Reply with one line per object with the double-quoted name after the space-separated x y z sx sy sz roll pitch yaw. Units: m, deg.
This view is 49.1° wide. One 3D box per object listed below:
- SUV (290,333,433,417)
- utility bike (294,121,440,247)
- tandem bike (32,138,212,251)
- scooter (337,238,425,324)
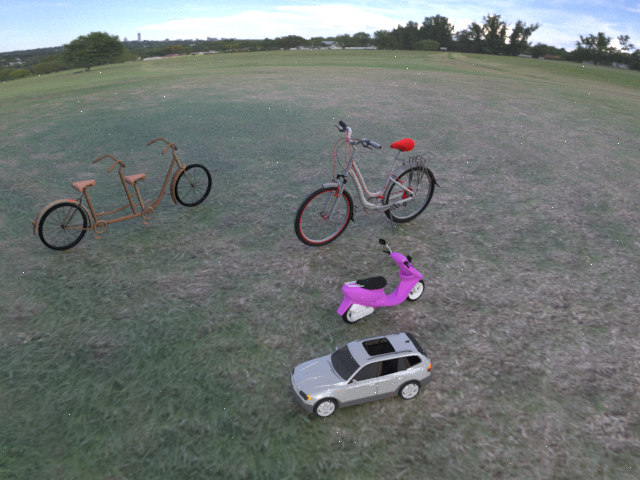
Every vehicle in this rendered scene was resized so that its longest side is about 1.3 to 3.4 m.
0.458 1.430 7.699 1.572 0.580 0.656 -8 28 -15 "SUV"
0.862 -0.878 10.818 2.791 1.839 1.039 -16 31 -28 "utility bike"
-3.080 -0.803 11.234 3.192 1.326 0.550 -23 35 -37 "tandem bike"
0.827 0.543 9.057 1.399 0.919 0.662 -16 31 -29 "scooter"
